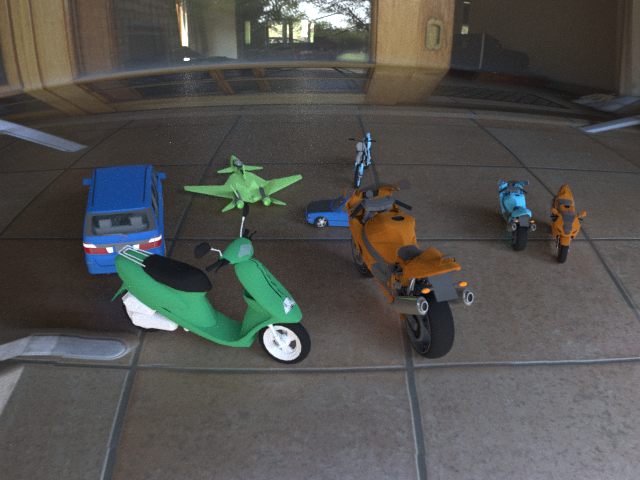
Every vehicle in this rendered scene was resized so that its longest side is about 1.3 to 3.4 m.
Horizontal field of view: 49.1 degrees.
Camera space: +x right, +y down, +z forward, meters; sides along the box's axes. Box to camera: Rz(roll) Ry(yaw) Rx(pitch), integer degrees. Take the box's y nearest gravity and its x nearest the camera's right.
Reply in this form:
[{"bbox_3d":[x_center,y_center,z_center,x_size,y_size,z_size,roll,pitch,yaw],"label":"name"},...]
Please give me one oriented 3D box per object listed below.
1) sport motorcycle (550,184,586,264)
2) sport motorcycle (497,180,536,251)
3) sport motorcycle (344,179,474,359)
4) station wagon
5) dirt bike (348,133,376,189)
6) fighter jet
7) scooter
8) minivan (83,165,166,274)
[{"bbox_3d":[3.856,-0.269,11.082,0.506,0.821,1.520,7,28,13],"label":"sport motorcycle"},{"bbox_3d":[3.176,-0.441,11.411,0.506,0.821,1.520,2,28,3],"label":"sport motorcycle"},{"bbox_3d":[1.019,0.271,9.216,0.983,1.596,2.955,-9,29,-16],"label":"sport motorcycle"},{"bbox_3d":[0.546,-0.528,11.952,1.597,0.473,0.682,2,28,3],"label":"station wagon"},{"bbox_3d":[0.840,-1.604,13.592,0.527,0.857,1.493,6,28,11],"label":"dirt bike"},{"bbox_3d":[-1.487,-1.307,13.348,2.229,0.557,2.640,-7,28,-13],"label":"fighter jet"},{"bbox_3d":[-1.388,0.546,8.487,2.721,1.786,1.288,10,29,18],"label":"scooter"},{"bbox_3d":[-3.111,-0.549,11.211,1.324,1.197,3.011,-6,28,-11],"label":"minivan"}]
